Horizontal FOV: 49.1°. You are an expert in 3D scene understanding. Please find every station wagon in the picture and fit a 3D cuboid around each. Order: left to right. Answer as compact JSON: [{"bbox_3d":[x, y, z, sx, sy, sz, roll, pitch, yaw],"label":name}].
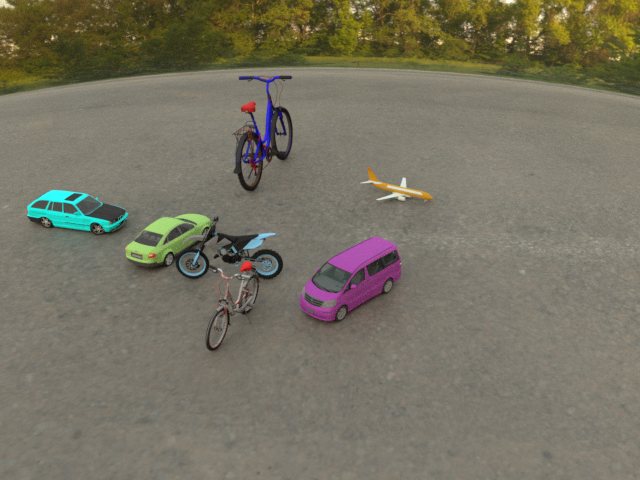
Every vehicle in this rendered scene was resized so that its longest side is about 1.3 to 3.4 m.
[{"bbox_3d":[-3.918,-0.479,11.326,1.597,0.473,0.682,8,28,15],"label":"station wagon"}]

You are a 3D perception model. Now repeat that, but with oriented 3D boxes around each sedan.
[{"bbox_3d":[-2.241,-0.084,10.537,0.635,0.483,1.613,13,30,24],"label":"sedan"}]

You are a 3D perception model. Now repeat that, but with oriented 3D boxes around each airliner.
[{"bbox_3d":[1.396,-0.969,12.339,1.307,0.429,1.161,14,30,26],"label":"airliner"}]

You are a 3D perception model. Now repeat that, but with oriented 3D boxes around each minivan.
[{"bbox_3d":[0.414,0.498,9.245,0.681,0.616,1.548,23,35,38],"label":"minivan"}]

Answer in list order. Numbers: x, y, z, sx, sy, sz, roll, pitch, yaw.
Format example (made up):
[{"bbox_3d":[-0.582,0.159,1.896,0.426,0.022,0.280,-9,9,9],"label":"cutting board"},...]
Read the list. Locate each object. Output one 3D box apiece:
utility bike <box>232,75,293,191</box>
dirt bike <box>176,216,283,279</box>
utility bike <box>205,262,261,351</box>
[{"bbox_3d":[-1.116,-2.094,12.999,1.039,1.839,2.791,8,28,16],"label":"utility bike"},{"bbox_3d":[-1.258,0.165,9.634,1.493,0.857,0.527,0,27,0],"label":"dirt bike"},{"bbox_3d":[-0.995,0.686,8.510,0.535,0.946,1.435,10,28,18],"label":"utility bike"}]
